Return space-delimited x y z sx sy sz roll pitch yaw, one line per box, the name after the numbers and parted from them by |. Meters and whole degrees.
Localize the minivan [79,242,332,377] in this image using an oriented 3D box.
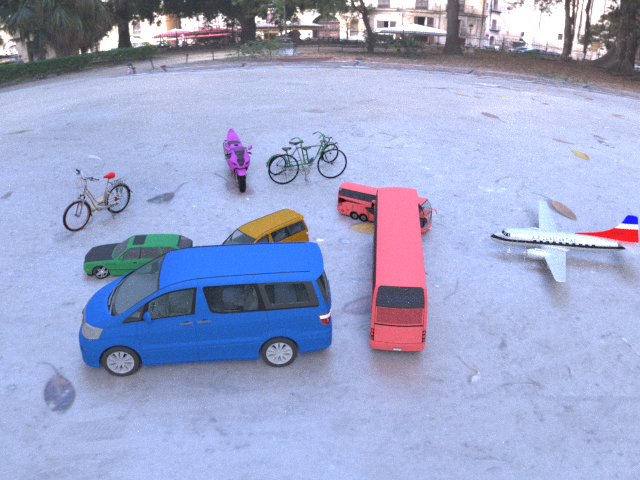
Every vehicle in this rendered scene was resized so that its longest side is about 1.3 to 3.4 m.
-1.366 0.761 8.412 3.011 1.197 1.324 -3 28 -5 | minivan

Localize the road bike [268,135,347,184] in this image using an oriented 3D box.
-0.222 -1.494 13.096 1.545 0.852 0.358 -8 29 -15 | road bike

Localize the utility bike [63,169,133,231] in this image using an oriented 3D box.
-3.627 -0.726 11.527 0.535 0.946 1.435 18 33 31 | utility bike

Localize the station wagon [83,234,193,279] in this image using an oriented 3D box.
-2.652 0.203 10.259 1.597 0.473 0.682 -2 28 -3 | station wagon

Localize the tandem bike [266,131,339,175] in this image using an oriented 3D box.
-0.325 -1.709 13.691 1.642 0.682 0.283 -16 32 -28 | tandem bike

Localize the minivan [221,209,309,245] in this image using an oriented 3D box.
-0.887 0.056 10.388 1.548 0.616 0.681 -24 36 -37 | minivan

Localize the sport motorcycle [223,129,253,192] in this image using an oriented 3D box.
-1.561 -1.508 13.157 0.506 0.821 1.520 -6 28 -12 | sport motorcycle

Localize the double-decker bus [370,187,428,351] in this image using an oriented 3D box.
1.050 0.239 9.568 0.756 1.052 3.251 2 28 4 | double-decker bus

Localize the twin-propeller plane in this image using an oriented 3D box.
3.648 -0.082 10.462 2.129 0.792 2.663 5 28 9 | twin-propeller plane

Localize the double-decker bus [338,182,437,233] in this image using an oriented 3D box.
1.087 -0.540 11.608 1.672 0.541 0.389 14 31 25 | double-decker bus
